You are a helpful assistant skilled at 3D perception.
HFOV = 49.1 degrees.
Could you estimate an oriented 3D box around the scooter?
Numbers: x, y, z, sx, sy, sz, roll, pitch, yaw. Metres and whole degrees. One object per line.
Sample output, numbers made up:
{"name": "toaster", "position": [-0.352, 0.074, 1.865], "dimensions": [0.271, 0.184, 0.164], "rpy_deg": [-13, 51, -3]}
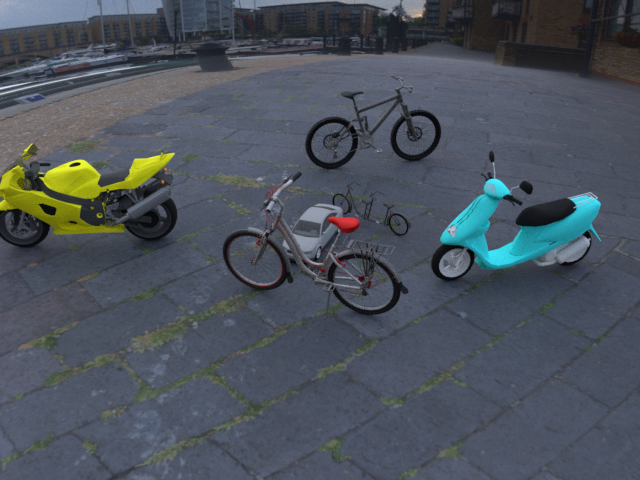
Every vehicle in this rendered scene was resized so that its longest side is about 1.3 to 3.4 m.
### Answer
{"name": "scooter", "position": [2.975, -0.293, 10.351], "dimensions": [2.721, 1.786, 1.288], "rpy_deg": [-6, 30, -11]}

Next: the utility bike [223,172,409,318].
{"name": "utility bike", "position": [-0.157, 0.158, 9.502], "dimensions": [2.791, 1.839, 1.039], "rpy_deg": [11, 31, 19]}

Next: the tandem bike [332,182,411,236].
{"name": "tandem bike", "position": [0.857, -0.561, 11.945], "dimensions": [1.642, 0.682, 0.283], "rpy_deg": [22, 36, 33]}

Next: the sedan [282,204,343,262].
{"name": "sedan", "position": [-0.113, -0.179, 11.471], "dimensions": [0.635, 0.483, 1.613], "rpy_deg": [11, 31, 19]}

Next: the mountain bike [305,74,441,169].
{"name": "mountain bike", "position": [1.101, -2.291, 13.979], "dimensions": [2.857, 1.688, 1.114], "rpy_deg": [-7, 30, -12]}

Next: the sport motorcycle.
{"name": "sport motorcycle", "position": [-3.752, -0.662, 11.195], "dimensions": [2.955, 1.596, 0.983], "rpy_deg": [-4, 30, -6]}
